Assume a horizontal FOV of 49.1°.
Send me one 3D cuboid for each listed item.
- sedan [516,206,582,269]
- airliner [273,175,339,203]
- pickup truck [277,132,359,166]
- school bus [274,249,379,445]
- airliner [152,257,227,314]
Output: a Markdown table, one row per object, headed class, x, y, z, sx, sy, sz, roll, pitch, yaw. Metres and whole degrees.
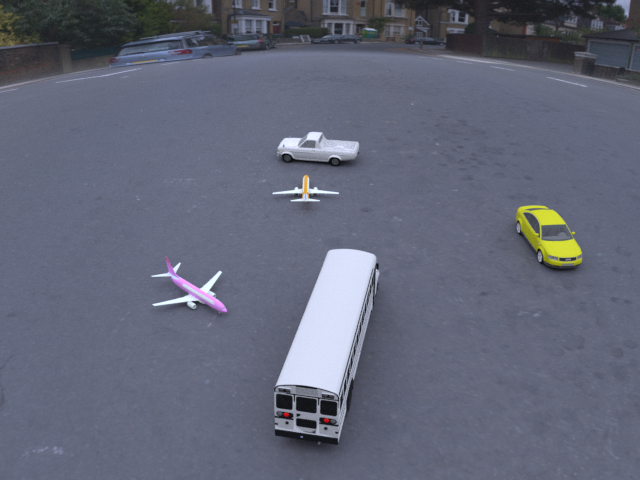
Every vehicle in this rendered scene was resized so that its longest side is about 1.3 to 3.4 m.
| class | x | y | z | sx | sy | sz | roll | pitch | yaw |
| --- | --- | --- | --- | --- | --- | --- | --- | --- | --- |
| sedan | 3.512 | -0.113 | 10.762 | 0.635 | 0.483 | 1.613 | -2 | 29 | -4 |
| airliner | -0.253 | -0.975 | 12.383 | 1.161 | 0.429 | 1.307 | 0 | 29 | 0 |
| pickup truck | -0.035 | -1.833 | 13.857 | 1.603 | 0.511 | 0.640 | 5 | 29 | 10 |
| school bus | 0.194 | 1.011 | 8.345 | 0.709 | 0.844 | 3.322 | 6 | 29 | 10 |
| airliner | -1.700 | 0.620 | 9.484 | 1.307 | 0.429 | 1.161 | 24 | 37 | 36 |
